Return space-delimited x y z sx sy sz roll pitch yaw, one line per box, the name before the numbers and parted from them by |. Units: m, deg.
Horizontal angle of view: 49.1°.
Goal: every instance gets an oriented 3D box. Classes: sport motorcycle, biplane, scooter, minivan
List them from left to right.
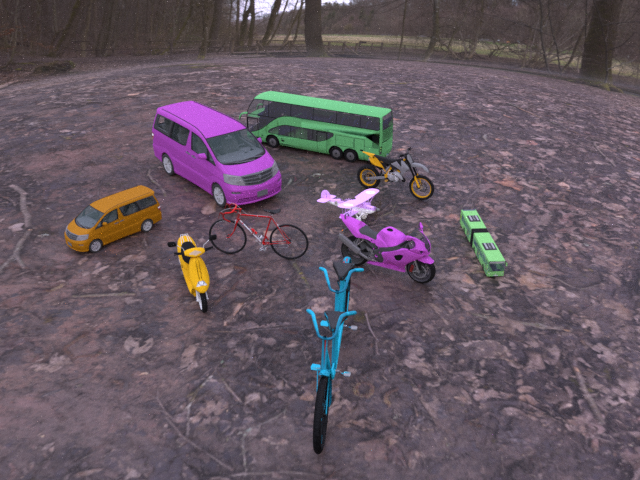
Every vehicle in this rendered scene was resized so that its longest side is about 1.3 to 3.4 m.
minivan | -3.302 -0.346 11.139 0.681 0.616 1.548 24 37 37
scooter | -1.745 0.309 9.608 0.662 0.919 1.399 -10 30 -18
minivan | -1.946 -1.632 12.909 1.324 1.197 3.011 -21 35 -34
biplane | 0.508 -0.604 11.734 1.090 0.504 1.336 14 31 24
sport motorcycle | 0.961 0.116 10.068 1.520 0.821 0.506 15 32 26

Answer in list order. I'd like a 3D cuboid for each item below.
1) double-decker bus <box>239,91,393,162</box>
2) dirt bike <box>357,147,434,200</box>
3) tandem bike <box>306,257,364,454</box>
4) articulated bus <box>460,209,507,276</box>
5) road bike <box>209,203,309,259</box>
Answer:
double-decker bus | -0.095 -2.354 14.398 3.251 1.052 0.756 13 31 23
dirt bike | 1.345 -1.208 12.481 1.493 0.857 0.527 14 32 25
tandem bike | 0.181 0.955 7.985 0.550 1.326 3.192 4 29 7
articulated bus | 2.487 0.015 10.815 0.311 0.289 1.749 -2 28 -3
road bike | -0.931 -0.123 10.478 1.545 0.852 0.358 5 29 9
